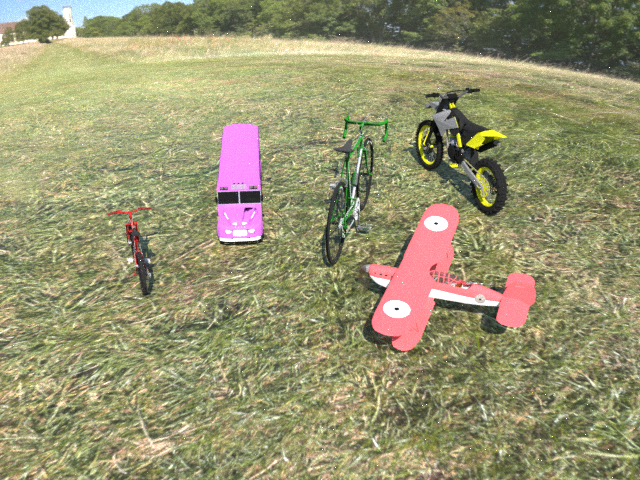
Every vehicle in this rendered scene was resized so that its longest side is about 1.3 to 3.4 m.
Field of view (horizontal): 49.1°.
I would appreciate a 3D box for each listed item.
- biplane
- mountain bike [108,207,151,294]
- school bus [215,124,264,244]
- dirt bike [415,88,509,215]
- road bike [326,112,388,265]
[{"bbox_3d":[1.479,0.574,8.399,2.120,0.981,2.598,11,30,20],"label":"biplane"},{"bbox_3d":[-2.478,0.095,9.425,0.573,0.868,1.469,-10,29,-18],"label":"mountain bike"},{"bbox_3d":[-1.301,-0.988,11.495,0.709,0.844,3.322,-2,28,-4],"label":"school bus"},{"bbox_3d":[2.331,-1.628,11.826,1.024,1.666,2.903,-10,29,-18],"label":"dirt bike"},{"bbox_3d":[0.487,-0.869,10.404,0.696,1.656,3.004,7,29,13],"label":"road bike"}]
